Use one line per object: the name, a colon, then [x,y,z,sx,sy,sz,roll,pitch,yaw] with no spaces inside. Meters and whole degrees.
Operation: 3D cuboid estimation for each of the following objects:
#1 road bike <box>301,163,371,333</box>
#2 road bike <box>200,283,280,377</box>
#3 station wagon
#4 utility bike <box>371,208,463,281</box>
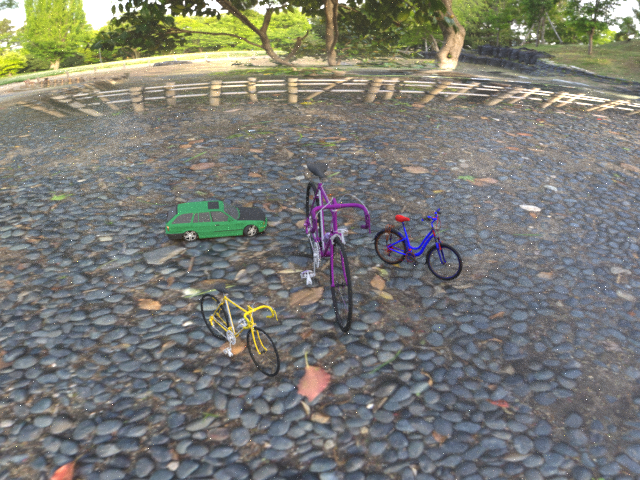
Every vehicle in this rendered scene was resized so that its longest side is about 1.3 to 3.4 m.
road bike: [0.080,-0.081,9.238,0.697,1.656,3.004,-5,27,-9]
road bike: [-0.951,0.972,8.052,0.358,0.852,1.545,-22,34,-36]
station wagon: [-1.634,-0.343,11.062,1.597,0.473,0.682,-4,27,-9]
utility bike: [1.380,-0.004,9.872,1.435,0.946,0.535,17,31,30]
